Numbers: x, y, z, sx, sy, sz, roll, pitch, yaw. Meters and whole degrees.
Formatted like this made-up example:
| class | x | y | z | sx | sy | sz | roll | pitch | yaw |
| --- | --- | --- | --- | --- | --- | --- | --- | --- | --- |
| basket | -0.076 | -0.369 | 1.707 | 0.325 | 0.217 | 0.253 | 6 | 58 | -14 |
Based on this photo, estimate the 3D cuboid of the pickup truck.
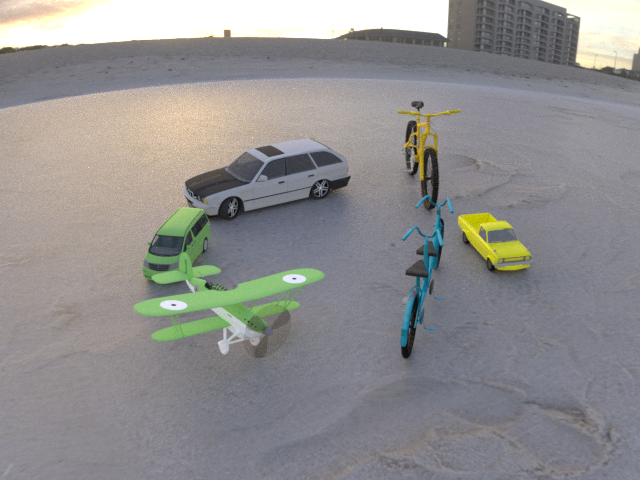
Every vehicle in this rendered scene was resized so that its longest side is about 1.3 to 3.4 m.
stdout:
| class | x | y | z | sx | sy | sz | roll | pitch | yaw |
| --- | --- | --- | --- | --- | --- | --- | --- | --- | --- |
| pickup truck | 2.705 | -0.042 | 10.945 | 0.640 | 0.511 | 1.603 | -5 | 26 | -10 |

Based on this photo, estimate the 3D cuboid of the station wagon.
| class | x | y | z | sx | sy | sz | roll | pitch | yaw |
| --- | --- | --- | --- | --- | --- | --- | --- | --- | --- |
| station wagon | -0.978 | -1.202 | 12.898 | 3.105 | 0.920 | 1.327 | -15 | 29 | -28 |

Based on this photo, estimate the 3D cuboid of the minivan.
| class | x | y | z | sx | sy | sz | roll | pitch | yaw |
| --- | --- | --- | --- | --- | --- | --- | --- | --- | --- |
| minivan | -2.164 | 0.057 | 10.615 | 0.681 | 0.616 | 1.548 | 5 | 26 | 10 |

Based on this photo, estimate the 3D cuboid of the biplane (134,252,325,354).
| class | x | y | z | sx | sy | sz | roll | pitch | yaw |
| --- | --- | --- | --- | --- | --- | --- | --- | --- | --- |
| biplane | -1.195 | 0.746 | 8.752 | 2.598 | 0.981 | 2.120 | -20 | 32 | -35 |

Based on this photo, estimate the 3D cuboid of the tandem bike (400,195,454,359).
| class | x | y | z | sx | sy | sz | roll | pitch | yaw |
| --- | --- | --- | --- | --- | --- | --- | --- | --- | --- |
| tandem bike | 1.401 | 0.317 | 9.248 | 0.550 | 1.326 | 3.192 | 7 | 27 | 15 |

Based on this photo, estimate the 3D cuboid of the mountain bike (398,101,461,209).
| class | x | y | z | sx | sy | sz | roll | pitch | yaw |
| --- | --- | --- | --- | --- | --- | --- | --- | --- | --- |
| mountain bike | 1.896 | -1.740 | 13.133 | 1.114 | 1.688 | 2.857 | -1 | 26 | -3 |
